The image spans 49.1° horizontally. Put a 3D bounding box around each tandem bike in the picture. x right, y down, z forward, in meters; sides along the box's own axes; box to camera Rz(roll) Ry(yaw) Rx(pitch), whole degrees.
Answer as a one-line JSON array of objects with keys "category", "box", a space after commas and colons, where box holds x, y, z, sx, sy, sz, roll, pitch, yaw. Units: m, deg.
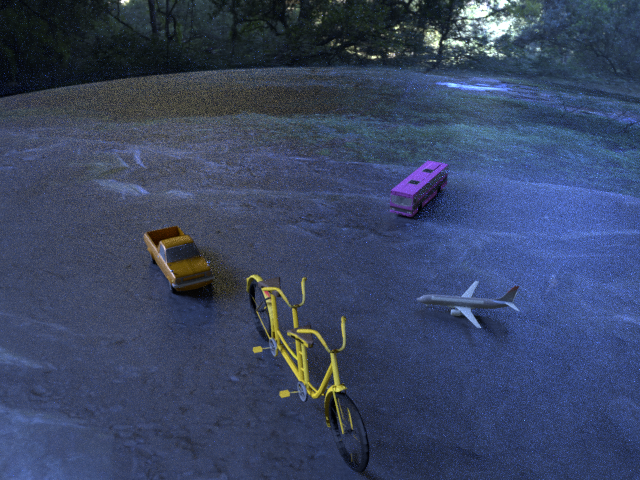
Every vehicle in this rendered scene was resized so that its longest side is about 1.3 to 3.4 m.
[{"category": "tandem bike", "box": [-0.233, 1.077, 7.490, 0.550, 1.326, 3.192, -12, 29, -22]}]

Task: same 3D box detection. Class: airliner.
[{"category": "airliner", "box": [1.932, 0.734, 9.164, 1.307, 0.429, 1.161, 5, 27, 9]}]

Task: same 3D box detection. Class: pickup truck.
[{"category": "pickup truck", "box": [-2.068, 0.200, 10.130, 0.640, 0.511, 1.603, -13, 30, -25]}]

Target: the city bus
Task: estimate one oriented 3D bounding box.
[{"category": "city bus", "box": [1.770, -0.908, 12.381, 0.476, 0.460, 1.674, 15, 30, 26]}]
